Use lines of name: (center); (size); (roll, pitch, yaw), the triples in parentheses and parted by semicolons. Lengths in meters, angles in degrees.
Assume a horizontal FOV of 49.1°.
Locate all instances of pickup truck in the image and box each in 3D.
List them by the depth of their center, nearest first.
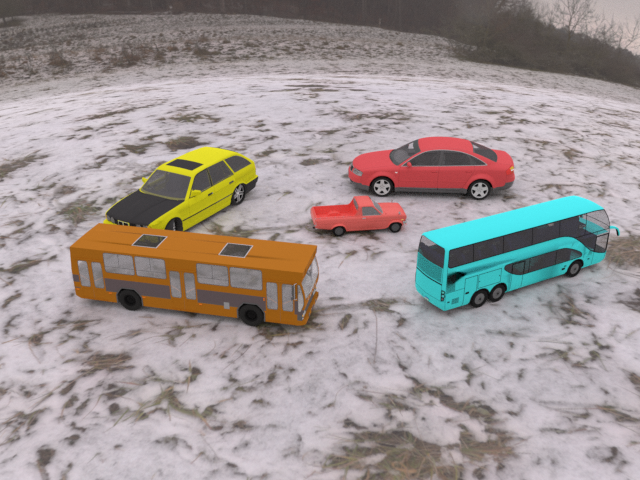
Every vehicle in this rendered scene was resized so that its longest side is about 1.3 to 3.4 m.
pickup truck: (0.648, -0.439, 11.781); (1.603, 0.511, 0.640); (-4, 26, -8)

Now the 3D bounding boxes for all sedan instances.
sedan: (2.110, -1.437, 13.328); (3.137, 0.940, 1.235); (2, 26, 4)

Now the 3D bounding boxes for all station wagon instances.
station wagon: (-2.368, -0.874, 12.204); (1.327, 0.920, 3.105); (14, 29, 26)

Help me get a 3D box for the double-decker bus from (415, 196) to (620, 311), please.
double-decker bus: (2.852, 0.130, 10.010); (3.251, 1.052, 0.756); (-13, 29, -25)

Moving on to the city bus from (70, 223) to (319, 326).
city bus: (-1.682, 0.475, 9.485); (3.255, 0.894, 0.926); (6, 27, 12)
